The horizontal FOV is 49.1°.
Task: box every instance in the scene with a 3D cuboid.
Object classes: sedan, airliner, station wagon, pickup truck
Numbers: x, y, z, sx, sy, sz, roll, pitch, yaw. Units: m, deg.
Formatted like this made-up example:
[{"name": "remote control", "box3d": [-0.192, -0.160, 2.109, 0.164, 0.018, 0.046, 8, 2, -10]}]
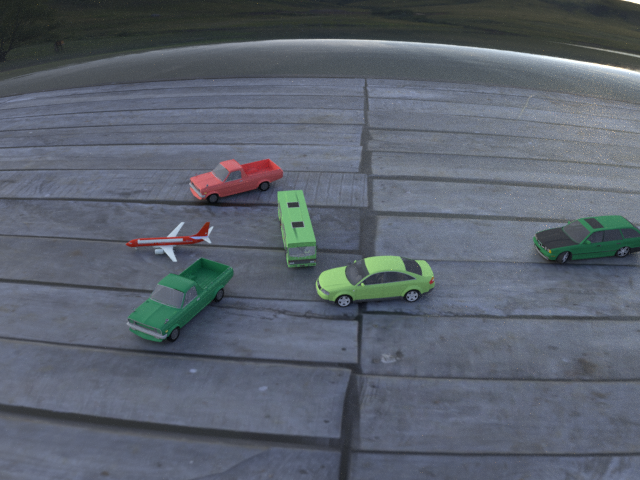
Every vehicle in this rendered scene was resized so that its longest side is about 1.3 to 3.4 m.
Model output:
[{"name": "sedan", "box3d": [0.747, 0.513, 9.480, 1.613, 0.483, 0.635, -4, 31, -7]}, {"name": "airliner", "box3d": [-2.269, -0.061, 10.501, 1.307, 0.429, 1.161, -2, 31, -4]}, {"name": "station wagon", "box3d": [4.002, -0.047, 10.435, 1.597, 0.473, 0.682, -6, 31, -9]}, {"name": "pickup truck", "box3d": [-1.454, -1.103, 12.181, 1.603, 0.511, 0.640, -16, 34, -25]}, {"name": "pickup truck", "box3d": [-1.789, 0.709, 9.123, 0.640, 0.511, 1.603, 15, 34, 24]}]

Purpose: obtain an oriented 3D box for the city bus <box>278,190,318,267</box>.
[{"name": "city bus", "box3d": [-0.369, -0.184, 10.680, 0.476, 0.460, 1.674, -4, 31, -7]}]
